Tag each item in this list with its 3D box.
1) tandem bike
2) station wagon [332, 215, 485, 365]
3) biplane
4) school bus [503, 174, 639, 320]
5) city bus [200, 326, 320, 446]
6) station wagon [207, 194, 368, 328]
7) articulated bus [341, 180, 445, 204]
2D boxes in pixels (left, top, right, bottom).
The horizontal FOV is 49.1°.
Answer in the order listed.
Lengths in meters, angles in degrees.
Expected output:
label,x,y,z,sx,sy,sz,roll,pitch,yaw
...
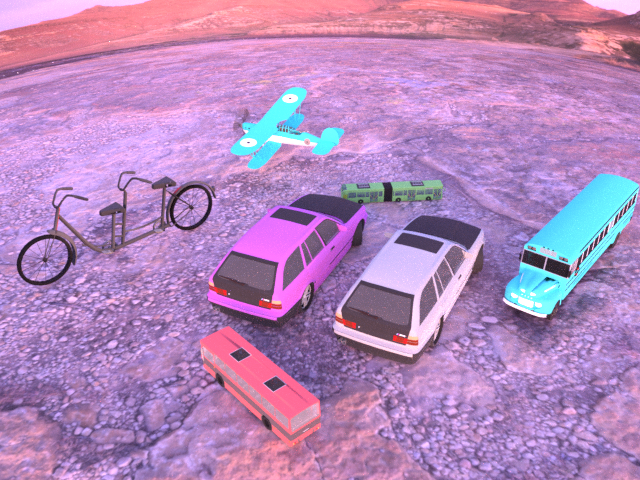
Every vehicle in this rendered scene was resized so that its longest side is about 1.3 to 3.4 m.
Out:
label,x,y,z,sx,sy,sz,roll,pitch,yaw
tandem bike,-2.874,-0.358,10.196,3.192,1.326,0.550,-24,39,-34
station wagon,1.317,0.385,9.358,1.327,0.920,3.105,15,34,23
biplane,-0.634,-1.963,13.188,2.120,0.981,2.598,13,33,20
school bus,3.655,0.020,10.036,0.709,0.844,3.322,22,38,32
city bus,-0.694,1.603,7.786,0.476,0.460,1.674,-24,39,-34
station wagon,-0.338,0.023,9.956,1.327,0.920,3.105,14,34,22
articulated bus,1.242,-0.825,11.972,1.749,0.289,0.311,-3,31,-5
